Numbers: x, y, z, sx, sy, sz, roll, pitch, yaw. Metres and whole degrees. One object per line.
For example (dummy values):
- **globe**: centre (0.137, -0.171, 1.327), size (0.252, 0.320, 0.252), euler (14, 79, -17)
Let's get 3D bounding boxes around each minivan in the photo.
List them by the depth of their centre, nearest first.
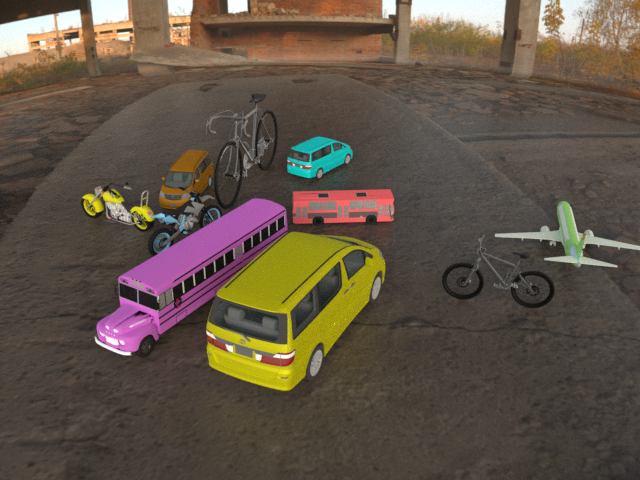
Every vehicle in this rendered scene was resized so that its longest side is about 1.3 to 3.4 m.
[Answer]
- **minivan**: centre (-0.168, 0.596, 8.701), size (1.324, 1.197, 3.011), euler (13, 30, 23)
- **minivan**: centre (-2.392, -1.085, 12.552), size (0.681, 0.616, 1.548), euler (4, 28, 8)
- **minivan**: centre (0.026, -1.676, 13.686), size (0.681, 0.616, 1.548), euler (19, 33, 32)

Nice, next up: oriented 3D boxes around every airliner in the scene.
- **airliner**: centre (3.857, -0.257, 10.727), size (2.257, 0.835, 2.541), euler (6, 28, 11)

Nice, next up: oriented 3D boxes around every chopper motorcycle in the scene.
- **chopper motorcycle**: centre (-3.338, -0.601, 11.468), size (1.563, 0.761, 0.466), euler (15, 31, 27)

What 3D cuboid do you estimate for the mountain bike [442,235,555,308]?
- **mountain bike**: centre (2.375, 0.469, 9.301), size (1.469, 0.868, 0.573), euler (6, 28, 12)

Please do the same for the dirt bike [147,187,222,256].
- **dirt bike**: centre (-2.081, -0.319, 10.823), size (0.527, 0.857, 1.493), euler (20, 34, 34)

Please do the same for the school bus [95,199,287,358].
- **school bus**: centre (-1.627, 0.414, 9.432), size (0.709, 0.844, 3.322), euler (16, 32, 28)

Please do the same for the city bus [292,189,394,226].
- **city bus**: centre (0.377, -0.539, 11.674), size (1.674, 0.460, 0.476), euler (-2, 28, -3)

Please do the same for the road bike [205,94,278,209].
- **road bike**: centre (-1.296, -1.742, 12.687), size (0.696, 1.656, 3.004), euler (8, 29, 15)
